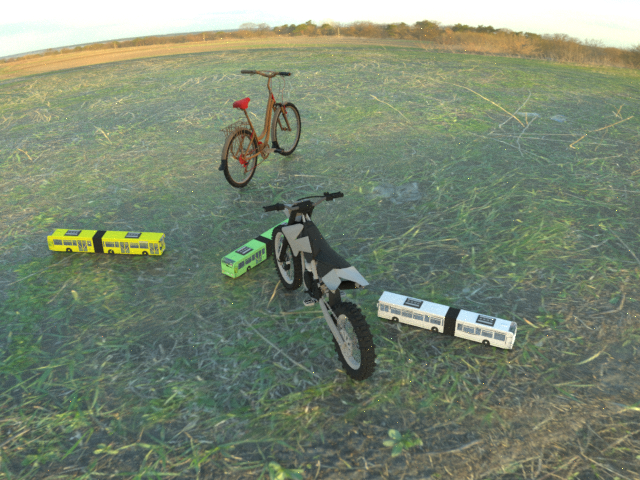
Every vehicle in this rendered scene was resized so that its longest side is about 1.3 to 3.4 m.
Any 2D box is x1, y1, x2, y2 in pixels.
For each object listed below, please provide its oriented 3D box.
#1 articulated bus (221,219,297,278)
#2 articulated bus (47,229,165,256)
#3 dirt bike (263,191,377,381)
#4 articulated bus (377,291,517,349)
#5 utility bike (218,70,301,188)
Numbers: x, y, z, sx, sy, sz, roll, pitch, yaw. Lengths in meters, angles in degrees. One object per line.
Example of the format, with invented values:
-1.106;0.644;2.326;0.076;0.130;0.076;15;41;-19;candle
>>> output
-0.788;0.066;10.488;0.311;0.289;1.749;20;35;31;articulated bus
-3.205;0.030;10.551;1.749;0.289;0.311;2;29;4;articulated bus
-0.056;0.370;8.544;1.024;1.666;2.903;-12;32;-21;dirt bike
1.569;1.000;8.828;1.749;0.289;0.311;12;32;21;articulated bus
-1.146;-2.148;12.841;1.039;1.839;2.791;14;32;24;utility bike
